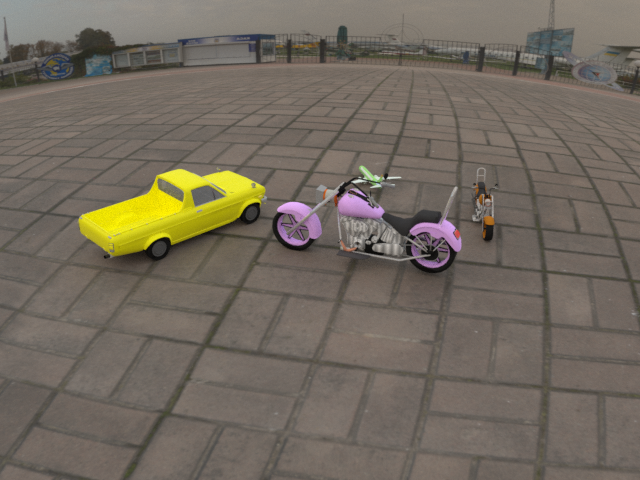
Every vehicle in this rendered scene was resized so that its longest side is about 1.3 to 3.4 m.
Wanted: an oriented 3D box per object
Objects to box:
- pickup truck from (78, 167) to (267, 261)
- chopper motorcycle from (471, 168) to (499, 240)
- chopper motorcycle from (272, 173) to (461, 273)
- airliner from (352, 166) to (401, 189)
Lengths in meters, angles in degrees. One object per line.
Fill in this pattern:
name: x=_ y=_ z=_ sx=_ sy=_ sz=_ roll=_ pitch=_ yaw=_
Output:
pickup truck: x=-2.388 y=-0.562 z=11.722 sx=3.117 sy=0.993 sz=1.244 roll=-24 pitch=36 yaw=-38
chopper motorcycle: x=2.842 y=-0.631 z=12.100 sx=0.466 sy=0.761 sz=1.563 roll=2 pitch=28 yaw=4
chopper motorcycle: x=0.678 y=-0.336 z=10.778 sx=3.040 sy=1.480 sz=0.906 roll=11 pitch=30 yaw=19
airliner: x=0.997 y=-1.307 z=13.725 sx=1.161 sy=0.429 sz=1.307 roll=-8 pitch=29 yaw=-15
